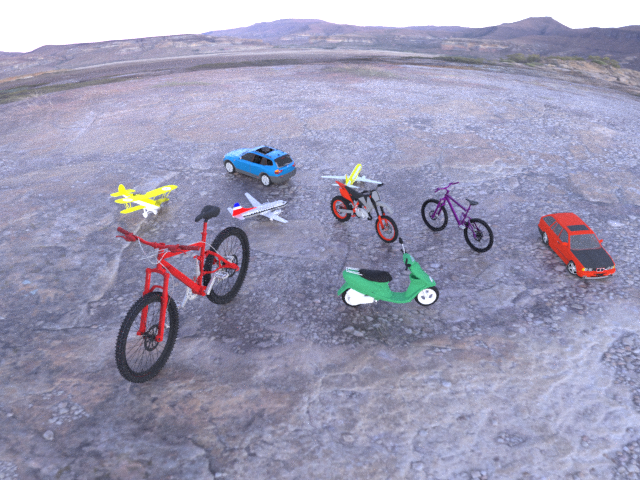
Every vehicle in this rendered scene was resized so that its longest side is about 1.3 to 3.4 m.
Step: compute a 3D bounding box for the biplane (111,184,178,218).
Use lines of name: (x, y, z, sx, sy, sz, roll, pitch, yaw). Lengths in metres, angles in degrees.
biplane: (-3.083, -0.707, 12.100, 1.090, 0.504, 1.336, 18, 34, 29)

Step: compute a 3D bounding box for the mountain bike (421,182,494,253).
mountain bike: (2.176, -0.377, 11.132, 0.573, 0.868, 1.469, -22, 36, -34)

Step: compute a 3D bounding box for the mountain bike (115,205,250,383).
mountain bike: (-1.642, 0.480, 8.747, 1.114, 1.688, 2.857, 12, 31, 21)

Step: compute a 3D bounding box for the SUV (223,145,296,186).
SUV: (-1.177, -1.517, 13.479, 1.572, 0.580, 0.656, 22, 36, 34)

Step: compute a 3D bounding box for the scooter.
scooter: (0.940, 0.513, 9.479, 1.399, 0.919, 0.662, -1, 29, -1)

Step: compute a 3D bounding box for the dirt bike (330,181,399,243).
dirt bike: (0.714, -0.519, 11.399, 0.527, 0.857, 1.493, -25, 38, -37)

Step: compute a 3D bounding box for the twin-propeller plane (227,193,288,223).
twin-propeller plane: (-1.011, -0.562, 11.939, 1.095, 0.407, 1.370, -19, 34, -30)

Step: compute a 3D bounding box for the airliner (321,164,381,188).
airliner: (0.624, -1.279, 13.207, 1.161, 0.429, 1.307, 8, 30, 13)

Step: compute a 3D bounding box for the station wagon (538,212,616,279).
station wagon: (3.953, 0.034, 10.800, 0.682, 0.473, 1.597, -4, 29, -7)
